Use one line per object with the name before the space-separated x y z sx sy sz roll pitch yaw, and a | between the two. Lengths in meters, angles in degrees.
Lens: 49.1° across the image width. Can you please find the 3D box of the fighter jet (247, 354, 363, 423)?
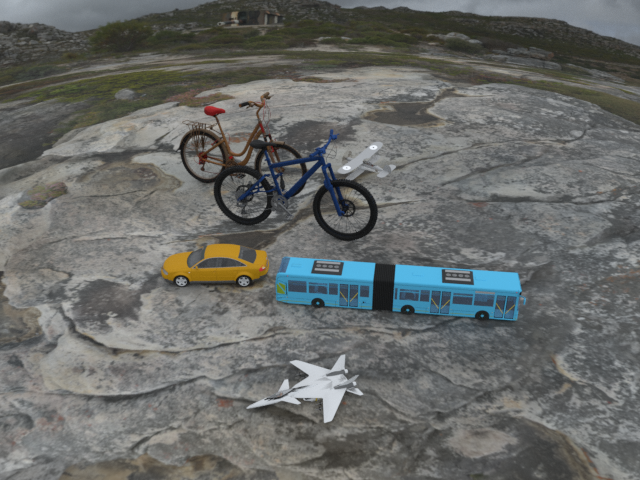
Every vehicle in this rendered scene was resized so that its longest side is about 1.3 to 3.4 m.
fighter jet | -0.222 1.740 8.263 1.358 0.286 1.147 -11 32 -19

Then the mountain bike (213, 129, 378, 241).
mountain bike | -0.442 -0.871 11.412 2.857 1.688 1.114 9 31 15

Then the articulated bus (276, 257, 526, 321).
articulated bus | 1.090 0.678 9.840 3.401 0.561 0.605 4 30 7

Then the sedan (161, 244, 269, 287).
sedan | -1.574 0.346 10.498 1.613 0.483 0.635 0 30 -1

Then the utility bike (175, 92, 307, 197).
utility bike | -1.461 -1.824 12.922 2.791 1.839 1.039 12 32 20

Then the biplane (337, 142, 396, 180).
biplane | 0.916 -1.429 13.575 1.090 0.504 1.336 22 36 33
